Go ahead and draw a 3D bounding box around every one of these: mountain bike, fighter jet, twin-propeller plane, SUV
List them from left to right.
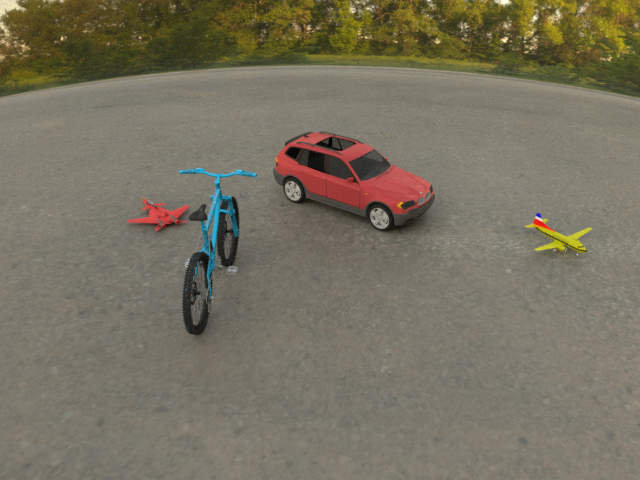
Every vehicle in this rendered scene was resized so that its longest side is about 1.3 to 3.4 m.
[{"bbox_3d":[-2.906,-0.574,12.409,1.147,0.286,1.358,-17,33,-29],"label":"fighter jet"},{"bbox_3d":[-1.493,0.018,9.813,1.114,1.688,2.857,3,28,6],"label":"mountain bike"},{"bbox_3d":[0.570,-1.153,12.600,3.058,1.128,1.276,20,34,32],"label":"SUV"},{"bbox_3d":[3.886,-0.084,11.364,1.370,0.407,1.095,-18,33,-29],"label":"twin-propeller plane"}]
